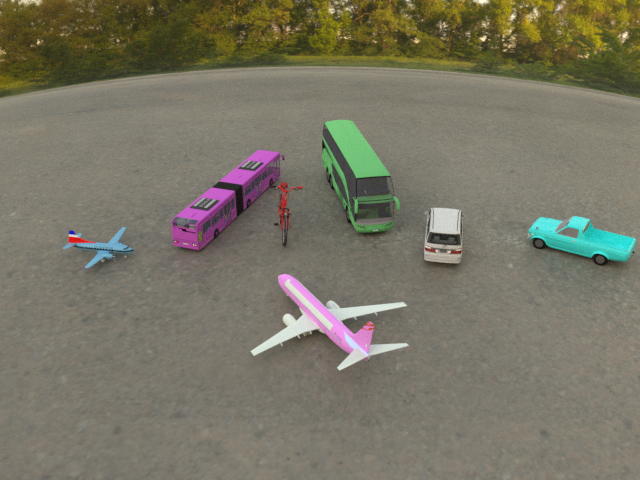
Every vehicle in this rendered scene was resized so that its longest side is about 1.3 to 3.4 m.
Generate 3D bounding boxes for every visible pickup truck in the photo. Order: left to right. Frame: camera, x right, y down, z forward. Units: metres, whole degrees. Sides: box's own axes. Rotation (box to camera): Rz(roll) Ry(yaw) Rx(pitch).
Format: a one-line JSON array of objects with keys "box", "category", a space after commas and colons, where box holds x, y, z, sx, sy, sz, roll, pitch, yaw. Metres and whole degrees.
[{"box": [4.155, -0.050, 11.136, 1.603, 0.511, 0.640, 17, 32, 29], "category": "pickup truck"}]

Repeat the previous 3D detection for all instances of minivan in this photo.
[{"box": [2.002, -0.177, 11.264, 0.681, 0.616, 1.548, 5, 28, 9], "category": "minivan"}]

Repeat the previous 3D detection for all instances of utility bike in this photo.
[{"box": [-0.559, -0.550, 11.616, 0.535, 0.946, 1.435, -3, 28, -5], "category": "utility bike"}]

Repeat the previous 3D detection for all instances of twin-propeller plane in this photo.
[{"box": [-3.456, 0.067, 11.026, 1.095, 0.407, 1.370, 5, 28, 9], "category": "twin-propeller plane"}]

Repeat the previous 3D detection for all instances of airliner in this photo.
[{"box": [0.025, 0.840, 9.110, 2.257, 0.835, 2.541, -15, 31, -25], "category": "airliner"}]

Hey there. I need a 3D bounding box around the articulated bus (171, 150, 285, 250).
[{"box": [-1.560, -0.802, 12.501, 0.605, 0.561, 3.401, 10, 29, 18], "category": "articulated bus"}]

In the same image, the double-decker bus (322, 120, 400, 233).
[{"box": [0.642, -1.199, 12.728, 0.756, 1.052, 3.251, -5, 28, -9], "category": "double-decker bus"}]
